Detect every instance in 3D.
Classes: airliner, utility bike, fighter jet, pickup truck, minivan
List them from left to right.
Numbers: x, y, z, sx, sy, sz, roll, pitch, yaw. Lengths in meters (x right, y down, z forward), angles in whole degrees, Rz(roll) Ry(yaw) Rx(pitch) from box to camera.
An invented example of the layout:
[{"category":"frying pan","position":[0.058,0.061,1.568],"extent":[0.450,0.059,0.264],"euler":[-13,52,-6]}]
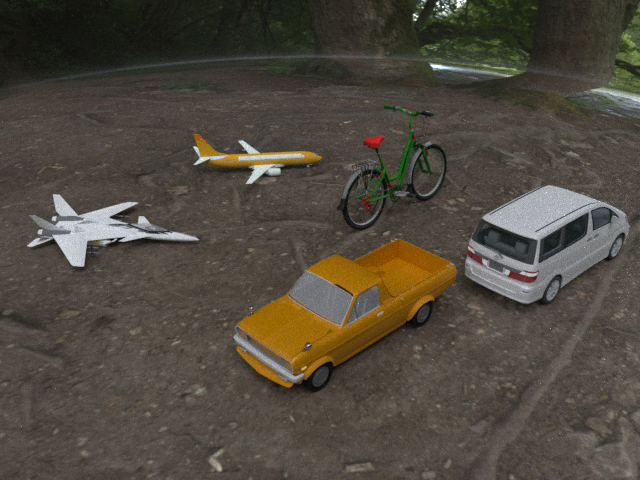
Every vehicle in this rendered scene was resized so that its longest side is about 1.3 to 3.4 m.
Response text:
[{"category":"fighter jet","position":[-3.240,-0.244,11.281],"extent":[2.640,0.557,2.229],"euler":[4,29,7]},{"category":"airliner","position":[-1.209,-1.748,13.756],"extent":[2.541,0.835,2.257],"euler":[-5,29,-8]},{"category":"pickup truck","position":[0.409,0.761,8.976],"extent":[3.117,0.993,1.244],"euler":[-25,37,-37]},{"category":"utility bike","position":[1.225,-1.312,11.902],"extent":[2.791,1.839,1.039],"euler":[-24,37,-37]},{"category":"minivan","position":[3.473,-0.112,10.368],"extent":[3.011,1.197,1.324],"euler":[-24,36,-36]}]
